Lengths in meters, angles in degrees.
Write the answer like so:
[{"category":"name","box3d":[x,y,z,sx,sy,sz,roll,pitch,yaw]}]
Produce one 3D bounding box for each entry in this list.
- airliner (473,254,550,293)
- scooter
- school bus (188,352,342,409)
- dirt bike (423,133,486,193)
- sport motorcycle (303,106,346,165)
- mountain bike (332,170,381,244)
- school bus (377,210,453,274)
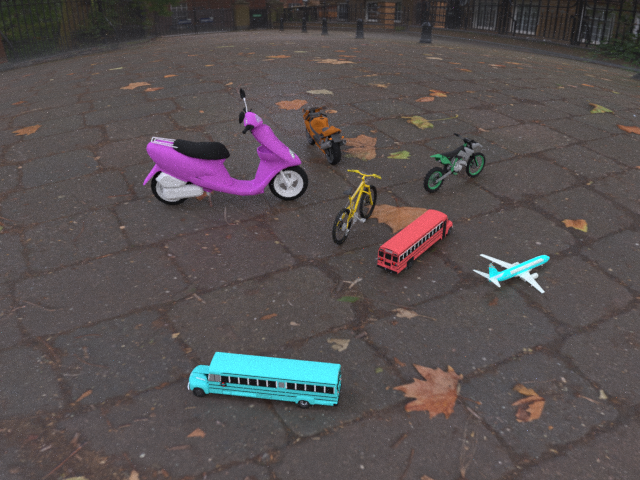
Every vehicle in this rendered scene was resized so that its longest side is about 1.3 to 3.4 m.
[{"category":"airliner","box3d":[2.789,0.334,9.799,1.307,0.429,1.161,-19,35,-29]},{"category":"scooter","box3d":[-1.551,-1.410,11.415,2.721,1.786,1.288,-2,31,-4]},{"category":"school bus","box3d":[-0.625,1.540,7.756,1.708,0.434,0.365,4,31,7]},{"category":"dirt bike","box3d":[2.383,-1.363,12.248,1.493,0.857,0.527,-20,36,-30]},{"category":"sport motorcycle","box3d":[0.048,-2.027,13.405,0.506,0.821,1.520,-12,33,-20]},{"category":"mountain bike","box3d":[0.559,-0.540,10.847,0.573,0.868,1.469,16,34,25]},{"category":"school bus","box3d":[1.458,-0.026,10.404,0.365,0.434,1.708,21,37,31]}]
